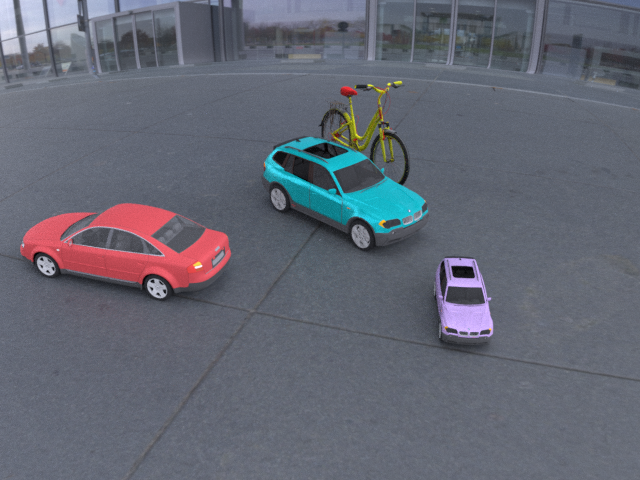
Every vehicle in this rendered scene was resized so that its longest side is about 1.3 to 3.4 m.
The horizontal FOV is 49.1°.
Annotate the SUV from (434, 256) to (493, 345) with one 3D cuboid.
[{"bbox_3d":[1.825,0.740,8.977,0.656,0.580,1.572,2,28,4],"label":"SUV"}]

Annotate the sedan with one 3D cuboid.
[{"bbox_3d":[-2.813,0.020,9.949,3.137,0.940,1.235,9,29,17],"label":"sedan"}]

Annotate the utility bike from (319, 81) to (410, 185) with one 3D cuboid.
[{"bbox_3d":[0.854,-2.134,13.042,1.039,1.839,2.791,-17,33,-29],"label":"utility bike"}]

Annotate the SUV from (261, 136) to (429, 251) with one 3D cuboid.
[{"bbox_3d":[0.347,-0.865,11.412,1.276,1.128,3.058,-25,37,-38],"label":"SUV"}]
